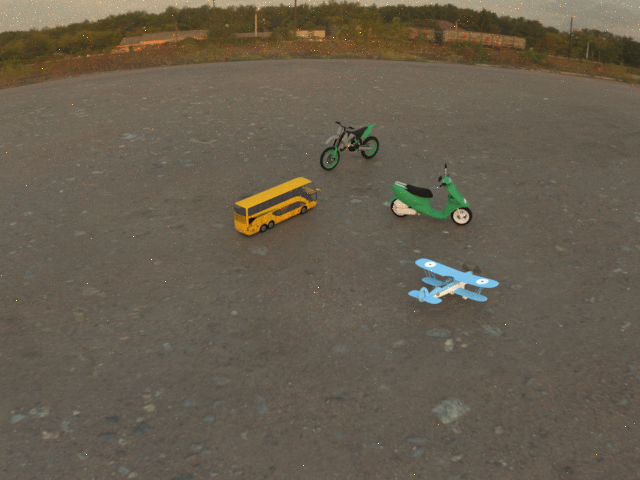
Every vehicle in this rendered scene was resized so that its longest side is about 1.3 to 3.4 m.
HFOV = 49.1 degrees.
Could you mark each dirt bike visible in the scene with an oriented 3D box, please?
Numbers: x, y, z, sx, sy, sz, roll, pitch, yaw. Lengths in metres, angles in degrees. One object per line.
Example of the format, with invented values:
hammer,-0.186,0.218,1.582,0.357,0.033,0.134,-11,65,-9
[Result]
dirt bike,0.597,-1.866,13.584,1.493,0.857,0.527,-20,34,-33

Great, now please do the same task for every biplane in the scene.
biplane,1.670,0.608,9.282,1.090,0.504,1.336,-21,35,-35

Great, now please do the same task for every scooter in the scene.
scooter,1.795,-0.727,11.363,1.399,0.919,0.662,9,29,16

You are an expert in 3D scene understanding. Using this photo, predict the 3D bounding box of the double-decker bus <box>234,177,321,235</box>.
double-decker bus,-0.688,-0.581,11.490,0.389,0.541,1.672,23,36,37
